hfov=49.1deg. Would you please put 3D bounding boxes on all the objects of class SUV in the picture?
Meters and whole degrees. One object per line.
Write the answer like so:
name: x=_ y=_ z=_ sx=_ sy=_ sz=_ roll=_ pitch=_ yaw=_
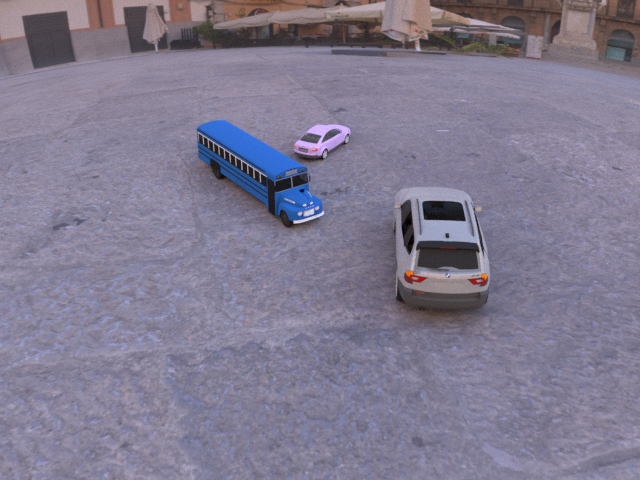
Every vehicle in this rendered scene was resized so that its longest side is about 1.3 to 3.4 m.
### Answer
SUV: x=1.697 y=-0.112 z=10.039 sx=1.276 sy=1.128 sz=3.058 roll=2 pitch=30 yaw=4

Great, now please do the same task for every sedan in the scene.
sedan: x=0.070 y=-2.067 z=14.118 sx=0.635 sy=0.483 sz=1.613 roll=16 pitch=33 yaw=26

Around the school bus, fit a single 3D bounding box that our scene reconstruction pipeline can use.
school bus: x=-1.104 y=-1.226 z=12.280 sx=0.709 sy=0.844 sz=3.322 roll=-19 pitch=35 yaw=-30
